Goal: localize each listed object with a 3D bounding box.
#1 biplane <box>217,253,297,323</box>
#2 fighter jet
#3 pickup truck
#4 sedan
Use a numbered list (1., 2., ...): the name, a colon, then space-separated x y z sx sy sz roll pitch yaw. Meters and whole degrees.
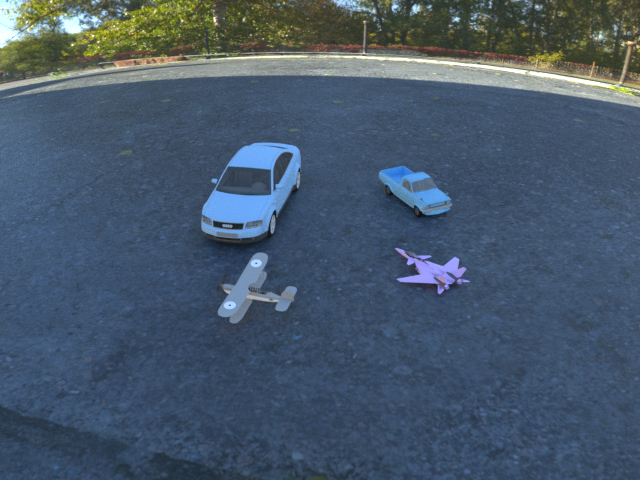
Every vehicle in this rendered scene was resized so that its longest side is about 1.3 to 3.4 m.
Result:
1. biplane: -0.868 0.734 9.433 1.090 0.504 1.336 9 30 16
2. fighter jet: 1.549 0.325 10.398 1.147 0.286 1.358 -18 34 -29
3. pickup truck: 1.672 -0.937 12.446 0.640 0.511 1.603 -13 32 -22
4. sedan: -1.133 -0.977 12.076 1.235 0.940 3.137 5 29 10
